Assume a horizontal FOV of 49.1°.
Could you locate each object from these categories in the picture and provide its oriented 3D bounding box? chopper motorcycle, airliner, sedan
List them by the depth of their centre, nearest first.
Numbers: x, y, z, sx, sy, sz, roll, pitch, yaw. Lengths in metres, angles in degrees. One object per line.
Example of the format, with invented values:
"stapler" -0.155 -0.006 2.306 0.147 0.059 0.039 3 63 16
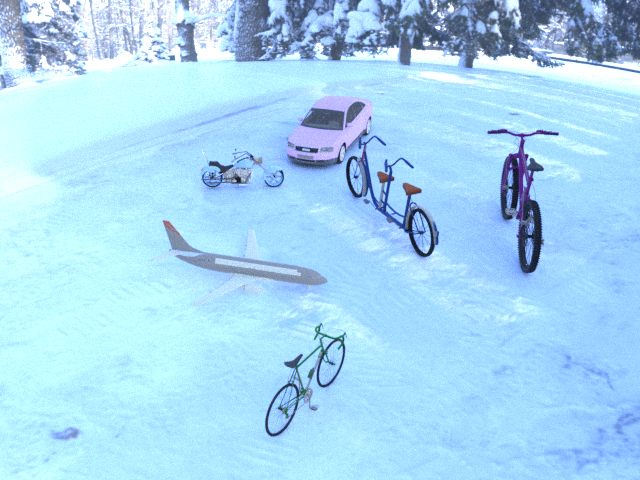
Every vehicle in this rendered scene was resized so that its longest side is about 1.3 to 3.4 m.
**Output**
"airliner" -1.115 0.225 10.137 2.541 0.835 2.257 7 29 13
"chopper motorcycle" -1.462 -1.342 13.124 1.563 0.761 0.466 -2 28 -4
"sedan" 0.252 -2.501 15.086 1.235 0.940 3.137 10 30 18

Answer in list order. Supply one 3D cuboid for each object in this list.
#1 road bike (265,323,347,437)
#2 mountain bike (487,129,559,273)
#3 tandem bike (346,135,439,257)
"road bike" -0.133 1.508 7.737 0.358 0.852 1.545 18 33 29
"mountain bike" 3.177 -0.736 11.022 1.114 1.688 2.857 2 28 4
"tandem bike" 1.121 -0.852 11.618 0.550 1.326 3.192 -11 30 -20
